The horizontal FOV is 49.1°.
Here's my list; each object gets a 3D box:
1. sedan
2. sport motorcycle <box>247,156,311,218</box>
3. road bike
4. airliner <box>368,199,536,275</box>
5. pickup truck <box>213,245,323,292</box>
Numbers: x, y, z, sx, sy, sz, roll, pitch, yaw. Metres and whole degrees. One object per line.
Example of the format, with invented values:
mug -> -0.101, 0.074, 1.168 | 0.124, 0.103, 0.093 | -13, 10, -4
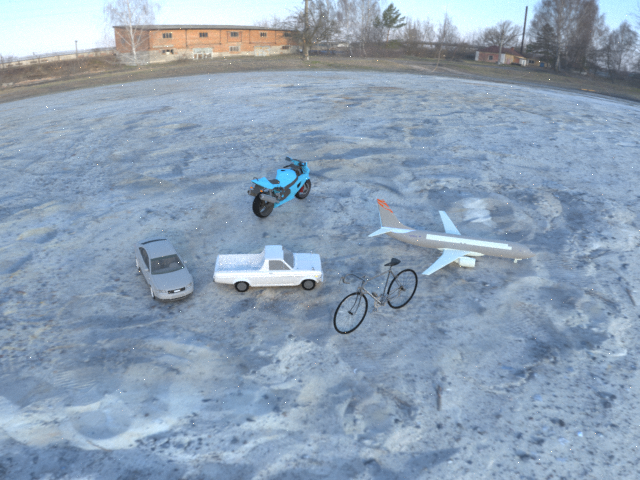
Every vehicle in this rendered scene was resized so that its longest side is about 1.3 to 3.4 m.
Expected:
sedan -> -2.316, 0.363, 10.322 | 0.635, 0.483, 1.613 | -12, 30, -22
sport motorcycle -> -0.674, -0.950, 12.513 | 0.506, 0.821, 1.520 | 21, 34, 35
road bike -> 0.765, 0.697, 9.268 | 1.545, 0.852, 0.358 | -21, 34, -35
airliner -> 2.079, -0.132, 10.902 | 2.541, 0.835, 2.257 | 7, 28, 13
pickup truck -> -0.751, 0.385, 10.249 | 1.603, 0.511, 0.640 | -1, 27, -3
